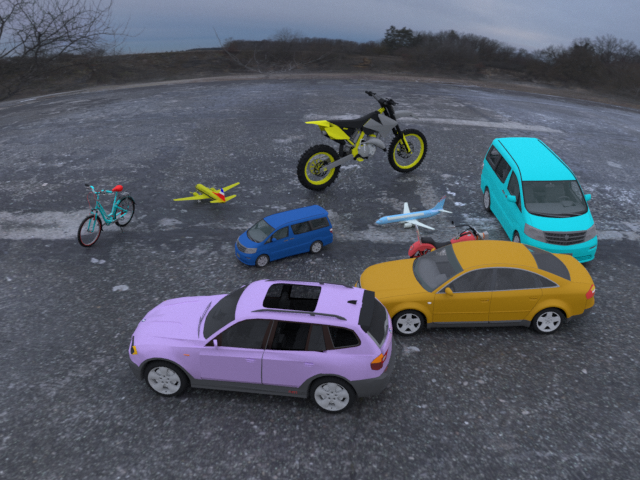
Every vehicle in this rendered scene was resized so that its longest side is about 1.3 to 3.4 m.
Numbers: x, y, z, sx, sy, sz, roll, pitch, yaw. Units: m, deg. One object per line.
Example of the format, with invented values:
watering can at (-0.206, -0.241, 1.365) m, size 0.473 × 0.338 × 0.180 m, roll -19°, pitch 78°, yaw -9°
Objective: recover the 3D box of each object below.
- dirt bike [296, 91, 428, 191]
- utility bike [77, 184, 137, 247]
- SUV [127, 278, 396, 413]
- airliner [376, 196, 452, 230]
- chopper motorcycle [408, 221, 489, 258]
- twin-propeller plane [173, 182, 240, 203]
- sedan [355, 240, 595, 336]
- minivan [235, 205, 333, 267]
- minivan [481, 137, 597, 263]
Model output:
dirt bike at (0.861, -1.908, 13.427) m, size 2.903 × 1.666 × 1.024 m, roll -13°, pitch 29°, yaw -24°
utility bike at (-3.424, -0.493, 11.391) m, size 0.535 × 0.946 × 1.435 m, roll 12°, pitch 29°, yaw 22°
SUV at (-0.660, 1.079, 8.029) m, size 3.058 × 1.128 × 1.276 m, roll 4°, pitch 27°, yaw 8°
airliner at (1.568, -0.487, 11.960) m, size 1.307 × 0.429 × 1.161 m, roll -8°, pitch 28°, yaw -15°
chopper motorcycle at (2.100, 0.089, 10.430) m, size 1.563 × 0.761 × 0.466 m, roll -2°, pitch 27°, yaw -4°
twin-propeller plane at (-2.010, -0.889, 12.793) m, size 1.370 × 0.407 × 1.095 m, roll -19°, pitch 32°, yaw -33°
sedan at (2.021, 0.558, 9.287) m, size 3.137 × 0.940 × 1.235 m, roll -1°, pitch 26°, yaw -2°
minivan at (-0.571, -0.079, 10.930) m, size 1.548 × 0.616 × 0.681 m, roll -14°, pitch 30°, yaw -26°
minivan at (3.552, -0.704, 11.534) m, size 1.324 × 1.197 × 3.011 m, roll -1°, pitch 26°, yaw -2°
